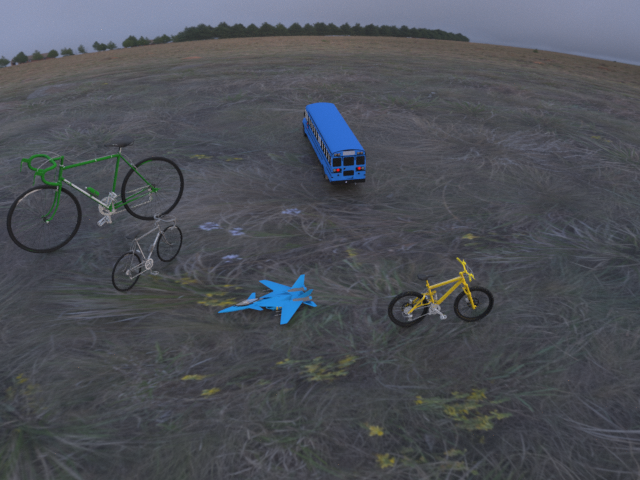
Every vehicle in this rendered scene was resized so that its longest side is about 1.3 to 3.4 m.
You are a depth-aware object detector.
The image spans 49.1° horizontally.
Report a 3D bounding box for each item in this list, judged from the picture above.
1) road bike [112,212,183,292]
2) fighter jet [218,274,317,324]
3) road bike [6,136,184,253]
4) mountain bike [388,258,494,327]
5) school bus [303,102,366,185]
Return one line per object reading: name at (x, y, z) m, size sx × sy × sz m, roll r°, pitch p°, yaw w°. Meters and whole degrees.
road bike at (-2.578, 0.150, 10.498) m, size 0.358 × 0.852 × 1.545 m, roll 16°, pitch 33°, yaw 26°
fighter jet at (-0.776, 0.823, 9.882) m, size 1.358 × 0.286 × 1.147 m, roll -10°, pitch 31°, yaw -17°
road bike at (-3.589, -0.814, 11.384) m, size 3.004 × 1.656 × 0.697 m, roll -21°, pitch 35°, yaw -32°
mountain bike at (1.639, 0.769, 9.388) m, size 1.469 × 0.868 × 0.573 m, roll -4°, pitch 30°, yaw -6°
school bus at (0.218, -2.081, 14.449) m, size 0.709 × 0.844 × 3.322 m, roll -6°, pitch 30°, yaw -10°
